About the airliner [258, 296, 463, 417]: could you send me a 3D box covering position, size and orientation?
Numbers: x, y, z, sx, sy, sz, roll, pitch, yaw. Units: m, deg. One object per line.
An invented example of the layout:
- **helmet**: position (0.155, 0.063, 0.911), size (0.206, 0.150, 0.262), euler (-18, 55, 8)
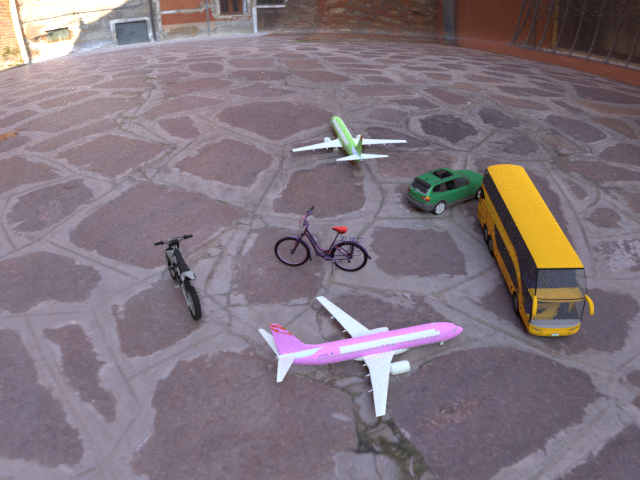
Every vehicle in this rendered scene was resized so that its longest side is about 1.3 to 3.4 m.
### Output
- **airliner**: position (0.596, 1.125, 8.433), size (2.541, 0.835, 2.257), euler (-9, 33, -14)

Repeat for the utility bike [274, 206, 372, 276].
- **utility bike**: position (0.027, 0.066, 10.045), size (1.435, 0.946, 0.535), euler (5, 32, 8)

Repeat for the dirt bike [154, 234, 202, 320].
- **dirt bike**: position (-1.904, 0.425, 9.548), size (0.527, 0.857, 1.493), euler (-14, 34, -22)

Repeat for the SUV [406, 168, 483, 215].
- **SUV**: position (2.210, -0.934, 12.013), size (1.572, 0.580, 0.656), euler (-19, 37, -28)

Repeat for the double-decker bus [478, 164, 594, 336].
- **double-decker bus**: position (2.931, 0.072, 9.934), size (0.756, 1.052, 3.251), euler (-1, 32, -1)

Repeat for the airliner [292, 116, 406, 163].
- **airliner**: position (0.530, -2.131, 13.711), size (2.257, 0.835, 2.541), euler (-6, 32, -9)
